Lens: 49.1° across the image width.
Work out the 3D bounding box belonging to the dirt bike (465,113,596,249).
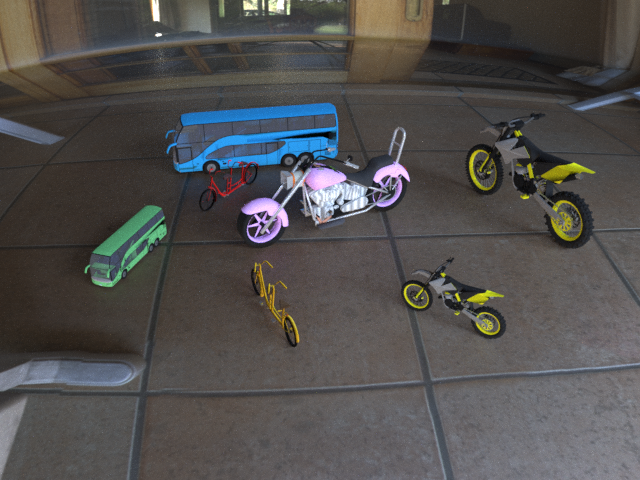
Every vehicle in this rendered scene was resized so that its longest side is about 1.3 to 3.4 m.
[{"bbox_3d":[3.335,-1.085,11.323,1.024,1.666,2.903,-16,35,-24],"label":"dirt bike"}]

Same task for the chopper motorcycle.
[{"bbox_3d":[0.110,-0.850,11.116,3.040,1.480,0.906,-15,35,-24],"label":"chopper motorcycle"}]

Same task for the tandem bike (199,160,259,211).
[{"bbox_3d":[-1.574,-1.065,12.238,0.283,0.682,1.642,18,36,27],"label":"tandem bike"}]

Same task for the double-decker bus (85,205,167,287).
[{"bbox_3d":[-2.861,0.087,10.477,0.389,0.541,1.672,10,33,16],"label":"double-decker bus"}]

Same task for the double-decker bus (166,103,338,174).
[{"bbox_3d":[-1.272,-1.935,13.314,3.251,1.052,0.756,-6,32,-10],"label":"double-decker bus"}]

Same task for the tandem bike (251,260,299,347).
[{"bbox_3d":[-0.622,0.767,9.221,0.283,0.682,1.642,-14,34,-21],"label":"tandem bike"}]

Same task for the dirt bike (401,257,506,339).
[{"bbox_3d":[1.724,0.744,9.091,1.493,0.857,0.527,19,36,29],"label":"dirt bike"}]
